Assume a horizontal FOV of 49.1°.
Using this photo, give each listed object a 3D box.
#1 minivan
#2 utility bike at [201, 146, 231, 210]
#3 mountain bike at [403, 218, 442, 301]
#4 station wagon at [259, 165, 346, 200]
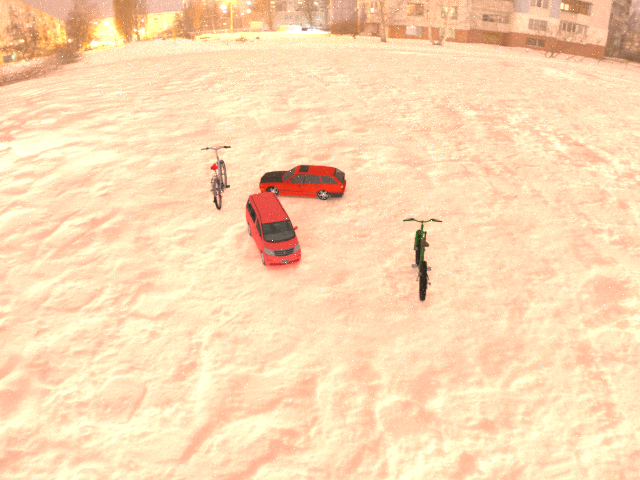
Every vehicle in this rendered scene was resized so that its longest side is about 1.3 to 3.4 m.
[{"bbox_3d":[-0.757,-0.182,11.109,0.681,0.616,1.548,-9,31,-15],"label":"minivan"},{"bbox_3d":[-1.848,-1.168,12.485,0.535,0.946,1.435,0,30,0],"label":"utility bike"},{"bbox_3d":[1.478,0.214,10.172,0.573,0.868,1.469,2,30,3],"label":"mountain bike"},{"bbox_3d":[-0.323,-1.098,12.836,1.597,0.473,0.682,3,30,6],"label":"station wagon"}]
